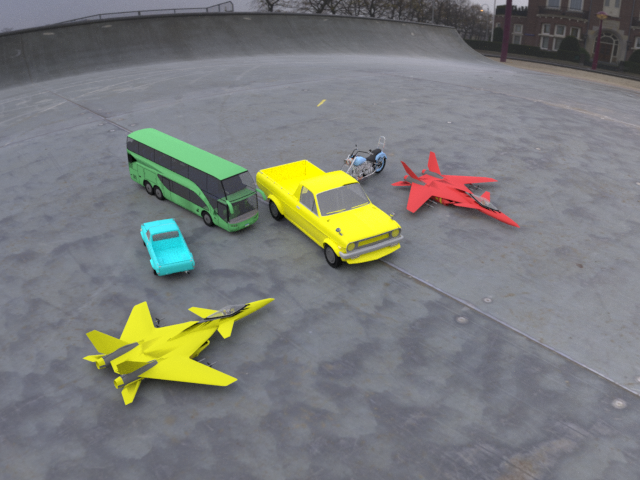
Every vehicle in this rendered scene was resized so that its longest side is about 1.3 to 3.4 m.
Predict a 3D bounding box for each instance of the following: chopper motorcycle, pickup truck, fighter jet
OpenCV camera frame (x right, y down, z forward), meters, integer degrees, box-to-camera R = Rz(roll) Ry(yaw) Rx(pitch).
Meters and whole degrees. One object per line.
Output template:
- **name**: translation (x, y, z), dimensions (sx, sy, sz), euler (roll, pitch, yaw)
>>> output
- **chopper motorcycle**: translation (0.756, -1.465, 13.550), dimensions (0.466, 0.761, 1.563), euler (25, 38, 37)
- **pickup truck**: translation (-2.435, 0.063, 11.086), dimensions (0.640, 0.511, 1.603), euler (-11, 31, -19)
- **pickup truck**: translation (0.075, -0.630, 11.828), dimensions (1.244, 0.993, 3.117), euler (-16, 33, -27)
- **fighter jet**: translation (-1.642, 1.118, 9.161), dimensions (2.640, 0.557, 2.229), euler (-23, 37, -35)
- **fighter jet**: translation (2.601, -0.879, 12.716), dimensions (2.229, 0.557, 2.640), euler (-20, 35, -31)

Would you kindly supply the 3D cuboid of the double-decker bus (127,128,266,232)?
- **double-decker bus**: translation (-2.328, -1.104, 12.612), dimensions (3.251, 1.052, 0.756), euler (26, 38, 38)
